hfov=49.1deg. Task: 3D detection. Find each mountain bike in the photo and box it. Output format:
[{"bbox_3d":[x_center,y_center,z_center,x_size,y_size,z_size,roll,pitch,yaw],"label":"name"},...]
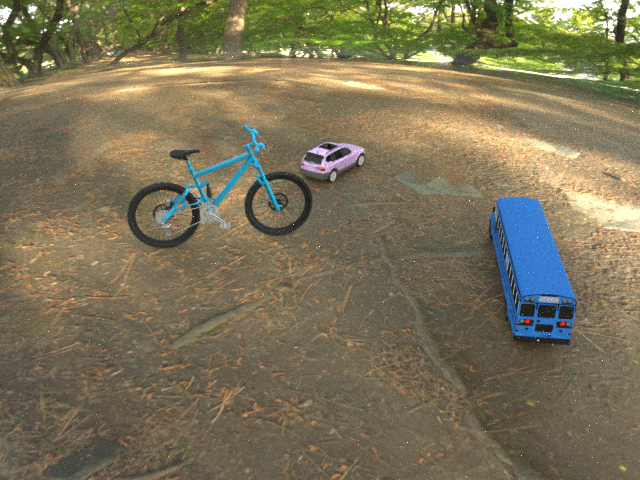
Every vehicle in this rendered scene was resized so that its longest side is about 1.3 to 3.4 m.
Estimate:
[{"bbox_3d":[-1.507,-0.729,10.677,2.857,1.688,1.114,-7,29,-12],"label":"mountain bike"}]

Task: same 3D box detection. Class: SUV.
[{"bbox_3d":[0.263,-1.592,13.448,0.656,0.580,1.572,19,33,31],"label":"SUV"}]

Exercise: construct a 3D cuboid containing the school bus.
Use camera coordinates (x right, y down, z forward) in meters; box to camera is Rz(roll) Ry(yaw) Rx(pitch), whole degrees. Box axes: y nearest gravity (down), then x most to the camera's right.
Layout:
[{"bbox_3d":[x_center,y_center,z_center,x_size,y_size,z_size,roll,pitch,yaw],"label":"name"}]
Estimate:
[{"bbox_3d":[2.866,0.240,9.767,0.709,0.844,3.322,3,28,6],"label":"school bus"}]
